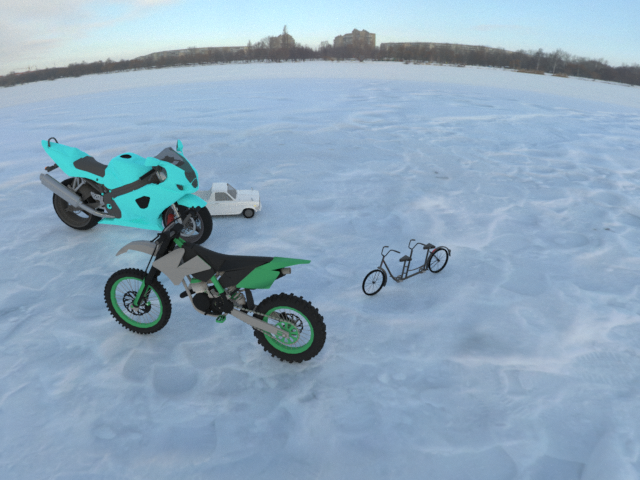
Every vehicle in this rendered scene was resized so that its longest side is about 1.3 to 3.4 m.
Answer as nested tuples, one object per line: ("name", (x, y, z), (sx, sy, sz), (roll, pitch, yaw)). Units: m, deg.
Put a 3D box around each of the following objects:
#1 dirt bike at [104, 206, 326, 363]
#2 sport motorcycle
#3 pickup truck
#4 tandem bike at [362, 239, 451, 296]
("dirt bike", (-1.322, 0.569, 8.274), (2.903, 1.666, 1.024), (8, 27, 15))
("sport motorcycle", (-3.089, -0.779, 11.185), (2.955, 1.596, 0.983), (8, 27, 17))
("pickup truck", (-1.832, -0.710, 12.302), (1.603, 0.511, 0.640), (-2, 26, -4))
("tandem bike", (1.259, 0.317, 9.948), (1.642, 0.682, 0.283), (-16, 30, -30))
